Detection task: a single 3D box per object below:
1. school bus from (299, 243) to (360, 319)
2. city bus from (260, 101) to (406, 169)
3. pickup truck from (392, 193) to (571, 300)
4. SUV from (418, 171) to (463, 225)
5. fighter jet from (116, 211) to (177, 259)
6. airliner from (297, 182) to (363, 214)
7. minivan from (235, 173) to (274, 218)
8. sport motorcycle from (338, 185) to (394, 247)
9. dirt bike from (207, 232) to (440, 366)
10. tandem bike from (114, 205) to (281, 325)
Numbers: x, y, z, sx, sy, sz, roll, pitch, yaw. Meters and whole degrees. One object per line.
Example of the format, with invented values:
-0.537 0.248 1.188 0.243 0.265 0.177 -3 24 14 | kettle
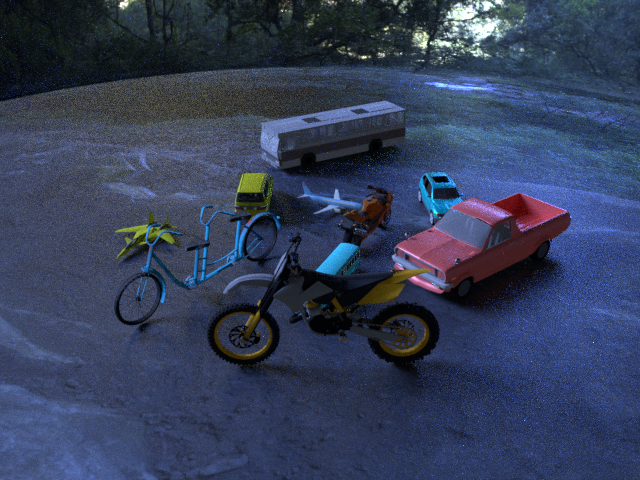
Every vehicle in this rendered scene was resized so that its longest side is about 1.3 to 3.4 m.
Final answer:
0.122 0.602 10.342 0.365 0.434 1.708 12 30 22 | school bus
0.331 -2.290 15.326 3.255 0.894 0.926 -15 31 -27 | city bus
2.608 -0.088 11.050 3.117 0.993 1.244 -20 34 -33 | pickup truck
2.236 -0.784 12.811 0.656 0.580 1.572 -2 28 -5 | SUV
-3.020 -0.072 11.777 1.147 0.286 1.358 11 30 19 | fighter jet
0.253 -0.785 12.974 1.307 0.429 1.161 10 30 19 | airliner
-1.213 -0.911 13.013 0.681 0.616 1.548 1 28 1 | minivan
0.814 -0.373 11.776 0.506 0.821 1.520 17 32 29 | sport motorcycle
0.044 0.852 8.551 2.903 1.666 1.024 -1 28 -1 | dirt bike
-1.690 0.142 10.259 0.550 1.326 3.192 22 35 35 | tandem bike
